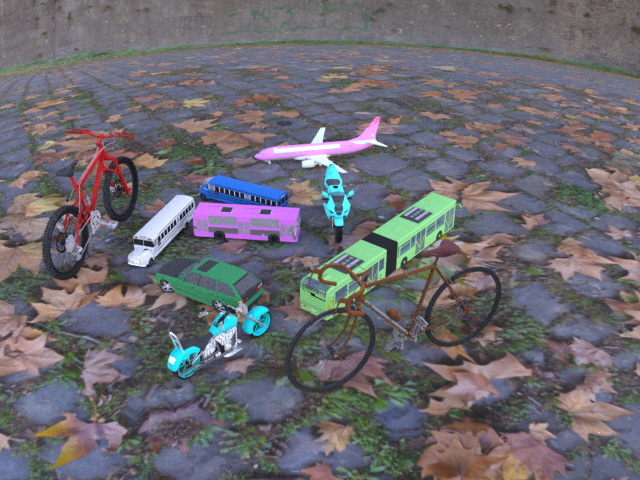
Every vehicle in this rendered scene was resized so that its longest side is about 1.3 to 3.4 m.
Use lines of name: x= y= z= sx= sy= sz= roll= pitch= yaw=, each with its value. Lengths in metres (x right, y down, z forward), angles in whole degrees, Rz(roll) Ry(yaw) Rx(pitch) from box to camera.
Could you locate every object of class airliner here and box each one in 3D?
airliner: x=-0.024 y=-1.938 z=13.690 sx=2.541 sy=0.835 sz=2.257 roll=-5 pitch=31 yaw=-9

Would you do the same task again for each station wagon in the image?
station wagon: x=-1.589 y=0.548 z=9.840 sx=1.597 sy=0.473 sz=0.682 roll=16 pitch=34 yaw=25

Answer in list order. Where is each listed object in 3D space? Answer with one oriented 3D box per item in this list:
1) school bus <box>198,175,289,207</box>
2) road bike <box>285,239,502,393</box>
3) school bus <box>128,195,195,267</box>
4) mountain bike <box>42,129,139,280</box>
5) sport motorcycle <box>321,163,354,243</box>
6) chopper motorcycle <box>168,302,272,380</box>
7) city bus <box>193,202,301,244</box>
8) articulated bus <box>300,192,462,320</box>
school bus: x=-1.358 y=-0.779 z=12.123 sx=1.708 sy=0.434 sz=0.365 roll=15 pitch=34 yaw=24
road bike: x=0.954 y=0.836 z=8.192 sx=3.004 sy=1.656 sz=0.697 roll=-14 pitch=34 yaw=-23
school bus: x=-2.493 y=-0.152 z=11.063 sx=0.365 sy=0.434 sz=1.708 roll=9 pitch=32 yaw=14
mountain bike: x=-3.466 y=-0.659 z=10.688 sx=1.114 sy=1.688 sz=2.857 roll=6 pitch=31 yaw=10
sport motorcycle: x=0.248 y=-0.610 z=11.458 sx=0.506 sy=0.821 sz=1.520 roll=-2 pitch=31 yaw=-4
chopper motorcycle: x=-1.205 y=1.121 z=8.587 sx=0.466 sy=0.761 sz=1.563 roll=25 pitch=39 yaw=36
city bus: x=-1.164 y=-0.266 z=11.230 sx=1.674 sy=0.460 sz=0.476 roll=4 pitch=31 yaw=6
articulated bus: x=0.983 y=0.151 z=10.425 sx=0.605 sy=0.561 sz=3.401 roll=23 pitch=37 yaw=33
